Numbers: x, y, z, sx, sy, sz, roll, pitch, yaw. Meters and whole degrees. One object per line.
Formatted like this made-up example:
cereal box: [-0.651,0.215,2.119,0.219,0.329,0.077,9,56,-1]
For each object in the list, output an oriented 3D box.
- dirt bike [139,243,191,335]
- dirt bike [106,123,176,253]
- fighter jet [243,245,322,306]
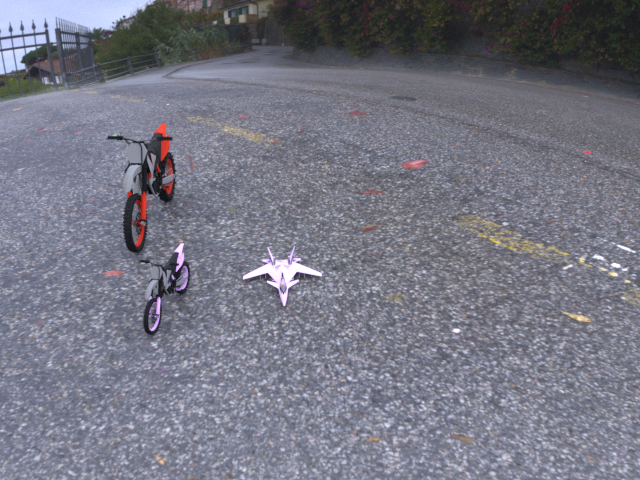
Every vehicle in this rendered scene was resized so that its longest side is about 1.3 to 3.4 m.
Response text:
dirt bike: [-2.036,0.582,9.329,0.527,0.857,1.493,5,27,10]
dirt bike: [-2.813,-1.036,11.613,1.024,1.666,2.903,1,27,2]
fighter jet: [-0.539,0.514,10.092,1.147,0.286,1.358,-2,27,-4]
